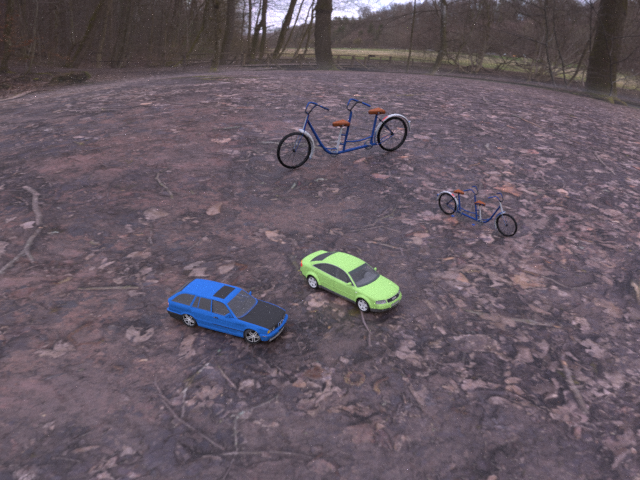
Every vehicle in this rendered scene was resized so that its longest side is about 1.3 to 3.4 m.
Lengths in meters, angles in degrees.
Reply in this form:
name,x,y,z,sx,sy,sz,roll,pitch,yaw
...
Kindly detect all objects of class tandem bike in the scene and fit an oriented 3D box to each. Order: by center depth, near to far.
name,x,y,z,sx,sy,sz,roll,pitch,yaw
tandem bike,2.636,-0.569,11.817,0.283,0.682,1.642,-23,35,-38
tandem bike,0.555,-2.296,14.522,3.192,1.326,0.550,-13,30,-24

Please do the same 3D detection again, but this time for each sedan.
name,x,y,z,sx,sy,sz,roll,pitch,yaw
sedan,0.424,0.521,9.876,1.613,0.483,0.635,22,34,37

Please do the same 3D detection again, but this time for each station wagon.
name,x,y,z,sx,sy,sz,roll,pitch,yaw
station wagon,-1.209,0.886,9.165,1.597,0.473,0.682,11,29,21
